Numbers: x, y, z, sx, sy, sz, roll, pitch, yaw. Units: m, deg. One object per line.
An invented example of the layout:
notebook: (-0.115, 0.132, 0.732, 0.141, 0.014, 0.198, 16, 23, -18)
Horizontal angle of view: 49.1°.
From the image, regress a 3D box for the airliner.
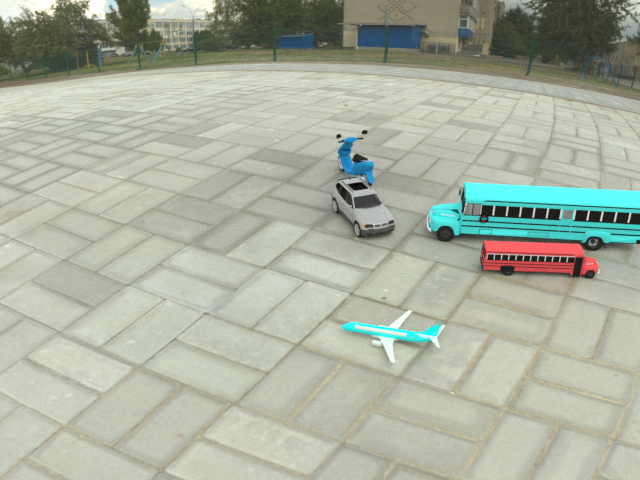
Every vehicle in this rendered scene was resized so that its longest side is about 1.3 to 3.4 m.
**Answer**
airliner: (0.901, 1.101, 8.861, 1.307, 0.429, 1.161, 8, 29, 15)

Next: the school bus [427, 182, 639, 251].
school bus: (3.410, -0.408, 11.234, 3.322, 0.844, 0.709, 3, 28, 6)

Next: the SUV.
SUV: (0.708, -0.587, 11.847, 0.656, 0.580, 1.572, -10, 30, -18)

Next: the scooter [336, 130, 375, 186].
scooter: (0.669, -1.562, 13.305, 0.662, 0.919, 1.399, -12, 31, -21)

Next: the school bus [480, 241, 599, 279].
school bus: (3.269, 0.279, 10.388, 1.708, 0.434, 0.365, 2, 28, 4)
